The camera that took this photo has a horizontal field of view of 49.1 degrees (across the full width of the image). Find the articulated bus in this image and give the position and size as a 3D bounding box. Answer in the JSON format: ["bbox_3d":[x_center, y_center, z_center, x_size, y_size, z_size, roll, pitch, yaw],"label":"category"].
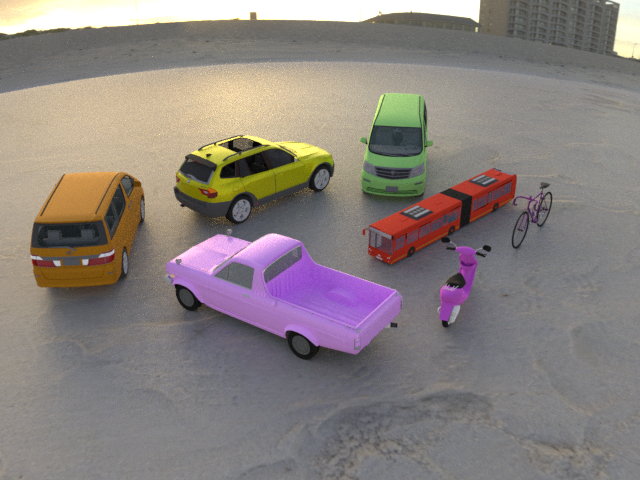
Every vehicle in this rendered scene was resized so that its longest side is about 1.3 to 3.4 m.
[{"bbox_3d":[2.059,-0.456,11.372,3.401,0.561,0.605,-24,36,-38],"label":"articulated bus"}]

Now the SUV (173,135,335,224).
[{"bbox_3d":[-1.088,-1.257,12.291,1.276,1.128,3.058,25,36,39],"label":"SUV"}]

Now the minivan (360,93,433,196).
[{"bbox_3d":[1.477,-1.850,13.351,1.324,1.197,3.011,4,28,8],"label":"minivan"}]

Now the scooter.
[{"bbox_3d":[1.833,0.493,9.175,0.662,0.919,1.399,12,30,22],"label":"scooter"}]

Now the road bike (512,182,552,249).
[{"bbox_3d":[3.371,-0.439,11.028,0.358,0.852,1.545,20,33,33],"label":"road bike"}]

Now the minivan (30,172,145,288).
[{"bbox_3d":[-3.416,-0.385,10.552,1.324,1.197,3.011,-2,28,-4],"label":"minivan"}]

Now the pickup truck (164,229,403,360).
[{"bbox_3d":[-0.537,0.562,8.962,3.117,0.993,1.244,17,32,30],"label":"pickup truck"}]
